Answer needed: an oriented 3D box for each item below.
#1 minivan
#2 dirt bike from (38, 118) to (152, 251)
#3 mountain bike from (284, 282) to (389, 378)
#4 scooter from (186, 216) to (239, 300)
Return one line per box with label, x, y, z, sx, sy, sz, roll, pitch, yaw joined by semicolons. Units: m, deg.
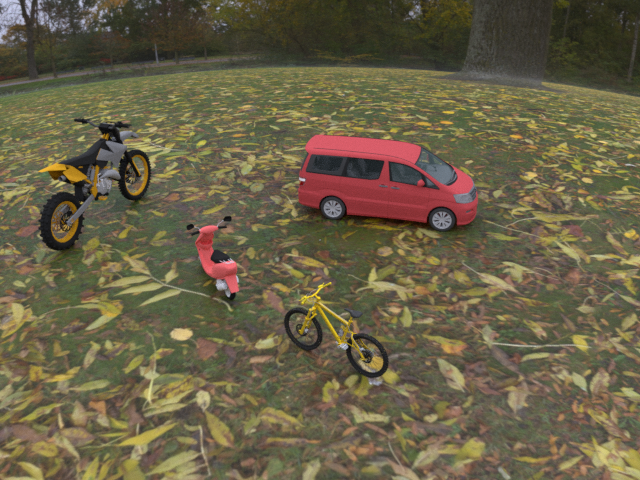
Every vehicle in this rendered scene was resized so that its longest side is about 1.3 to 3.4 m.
minivan;1.166;-1.019;11.858;3.011;1.197;1.324;7;28;13
dirt bike;-3.629;-1.053;11.409;1.024;1.666;2.903;9;28;18
mountain bike;0.167;1.058;8.148;1.469;0.868;0.573;18;32;31
scooter;-1.460;0.200;9.774;0.662;0.919;1.399;-14;30;-25
